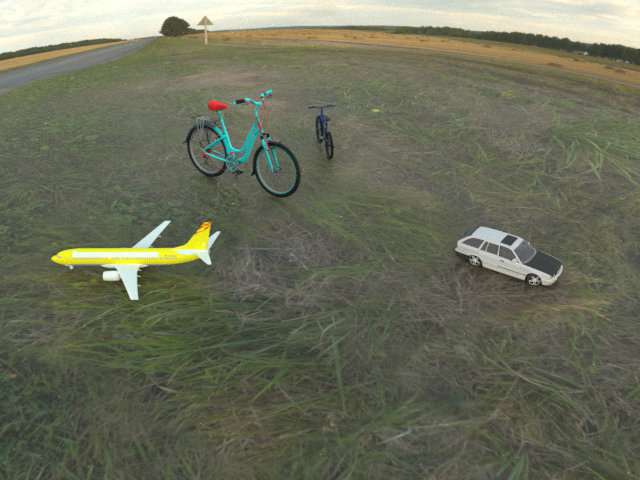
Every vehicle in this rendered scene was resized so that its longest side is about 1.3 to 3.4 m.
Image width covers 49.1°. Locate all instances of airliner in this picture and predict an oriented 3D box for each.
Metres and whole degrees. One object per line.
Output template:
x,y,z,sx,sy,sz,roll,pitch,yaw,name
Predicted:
-2.831,0.092,10.551,2.541,0.835,2.257,0,30,1,airliner

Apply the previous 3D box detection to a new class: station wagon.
2.897,0.212,10.704,1.597,0.473,0.682,20,36,30,station wagon

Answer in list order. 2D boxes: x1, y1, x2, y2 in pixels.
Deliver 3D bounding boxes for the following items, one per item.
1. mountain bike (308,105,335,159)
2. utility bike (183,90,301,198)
0.091,-2.286,14.587,0.573,0.868,1.469,-6,31,-11,mountain bike
-1.452,-1.892,12.950,2.791,1.839,1.039,18,35,28,utility bike
